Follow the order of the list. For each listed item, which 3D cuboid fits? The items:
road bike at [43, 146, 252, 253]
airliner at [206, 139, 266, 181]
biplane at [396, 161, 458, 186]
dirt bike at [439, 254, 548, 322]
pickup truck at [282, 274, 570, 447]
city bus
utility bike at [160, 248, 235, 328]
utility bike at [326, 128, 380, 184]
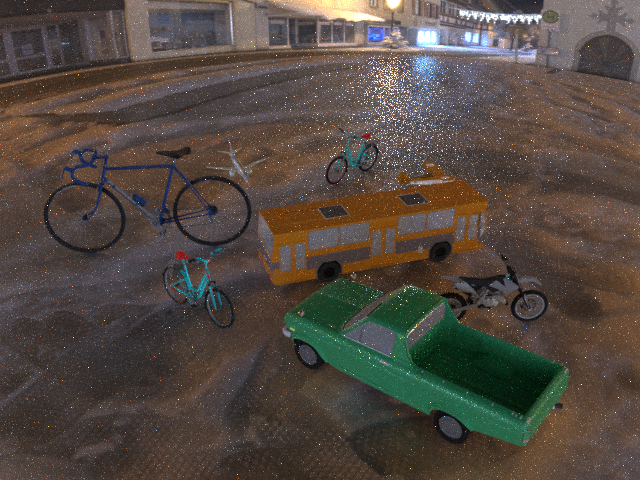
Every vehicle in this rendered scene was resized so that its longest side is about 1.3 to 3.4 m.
[{"bbox_3d":[-2.517,-0.588,10.202,3.004,1.656,0.697,-3,29,-6],"label":"road bike"},{"bbox_3d":[-1.526,-1.480,13.091,1.161,0.429,1.307,-11,31,-18],"label":"airliner"},{"bbox_3d":[1.886,-1.070,12.268,1.090,0.504,1.336,-4,29,-7],"label":"biplane"},{"bbox_3d":[2.132,0.674,8.739,1.493,0.857,0.527,-1,29,-2],"label":"dirt bike"},{"bbox_3d":[1.067,1.170,7.699,3.117,0.993,1.244,21,35,33],"label":"pickup truck"},{"bbox_3d":[0.776,-0.104,10.112,3.255,0.894,0.926,-9,30,-16],"label":"city bus"},{"bbox_3d":[-1.556,0.514,8.938,1.435,0.946,0.535,23,36,35],"label":"utility bike"},{"bbox_3d":[0.655,-1.558,12.697,1.435,0.946,0.535,-26,38,-38],"label":"utility bike"}]
